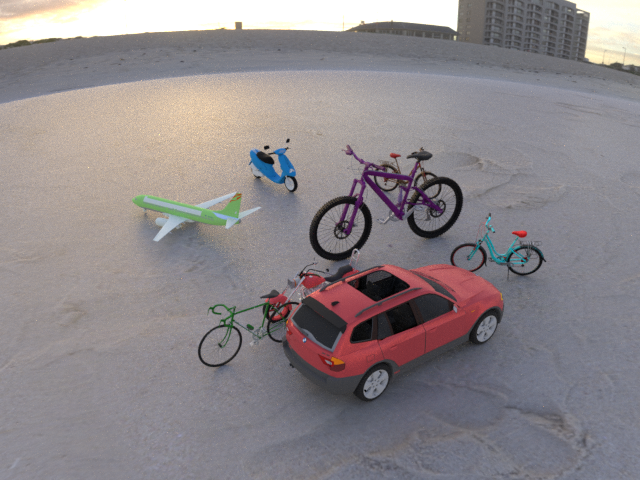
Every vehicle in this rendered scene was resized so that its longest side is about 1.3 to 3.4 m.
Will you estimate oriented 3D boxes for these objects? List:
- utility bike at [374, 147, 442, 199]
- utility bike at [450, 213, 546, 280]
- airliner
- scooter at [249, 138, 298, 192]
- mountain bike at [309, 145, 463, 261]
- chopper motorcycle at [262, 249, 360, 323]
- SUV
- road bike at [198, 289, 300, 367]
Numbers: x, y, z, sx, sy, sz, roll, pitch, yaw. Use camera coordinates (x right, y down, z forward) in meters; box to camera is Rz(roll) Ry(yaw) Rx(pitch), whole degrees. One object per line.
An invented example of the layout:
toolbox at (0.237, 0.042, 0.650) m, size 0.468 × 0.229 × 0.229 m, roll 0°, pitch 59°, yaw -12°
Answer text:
utility bike at (1.661, -1.317, 13.320) m, size 1.435 × 0.946 × 0.535 m, roll 14°, pitch 30°, yaw 25°
utility bike at (2.697, 0.139, 10.480) m, size 1.435 × 0.946 × 0.535 m, roll 2°, pitch 27°, yaw 5°
airliner at (-2.340, -0.663, 12.166) m, size 2.541 × 0.835 × 2.257 m, roll 15°, pitch 31°, yaw 26°
scooter at (-0.935, -1.524, 13.754) m, size 0.662 × 0.919 × 1.399 m, roll -25°, pitch 36°, yaw -39°
mountain bike at (1.121, -0.625, 11.157) m, size 2.857 × 1.688 × 1.114 m, roll -13°, pitch 30°, yaw -23°
chopper motorcycle at (-0.081, 0.633, 9.721) m, size 1.563 × 0.761 × 0.466 m, roll -15°, pitch 31°, yaw -27°
SUV at (0.997, 0.909, 8.778) m, size 3.058 × 1.128 × 1.276 m, roll -19°, pitch 33°, yaw -32°
road bike at (-0.824, 1.070, 8.769) m, size 1.545 × 0.852 × 0.358 m, roll -16°, pitch 31°, yaw -29°
